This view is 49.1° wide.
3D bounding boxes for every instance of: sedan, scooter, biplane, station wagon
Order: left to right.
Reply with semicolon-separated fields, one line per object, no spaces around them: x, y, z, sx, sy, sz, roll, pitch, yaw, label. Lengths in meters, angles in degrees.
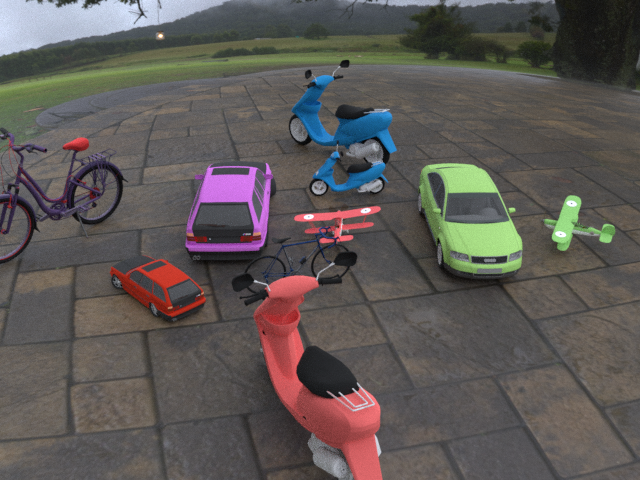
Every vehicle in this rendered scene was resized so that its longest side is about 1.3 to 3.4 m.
-2.212;0.537;9.366;0.682;0.473;1.597;-24;36;-38;station wagon
-1.402;-0.715;11.274;1.327;0.920;3.105;-1;28;-1;station wagon
-0.102;1.143;6.796;1.288;1.786;2.721;-12;30;-21;scooter
0.252;-0.204;10.746;1.336;0.504;1.090;2;28;4;biplane
0.376;-2.491;13.728;2.721;1.786;1.288;23;35;36;scooter
0.506;-1.214;12.226;1.399;0.919;0.662;-3;28;-5;scooter
2.262;-0.468;10.781;1.235;0.940;3.137;-1;28;-1;sedan
3.912;-0.170;10.681;1.090;0.504;1.336;13;30;23;biplane

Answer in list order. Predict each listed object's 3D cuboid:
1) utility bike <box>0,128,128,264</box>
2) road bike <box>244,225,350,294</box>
-3.946;-0.774;10.396;1.039;1.839;2.791;19;33;32;utility bike
-0.288;0.284;9.442;1.545;0.852;0.358;-10;29;-18;road bike
